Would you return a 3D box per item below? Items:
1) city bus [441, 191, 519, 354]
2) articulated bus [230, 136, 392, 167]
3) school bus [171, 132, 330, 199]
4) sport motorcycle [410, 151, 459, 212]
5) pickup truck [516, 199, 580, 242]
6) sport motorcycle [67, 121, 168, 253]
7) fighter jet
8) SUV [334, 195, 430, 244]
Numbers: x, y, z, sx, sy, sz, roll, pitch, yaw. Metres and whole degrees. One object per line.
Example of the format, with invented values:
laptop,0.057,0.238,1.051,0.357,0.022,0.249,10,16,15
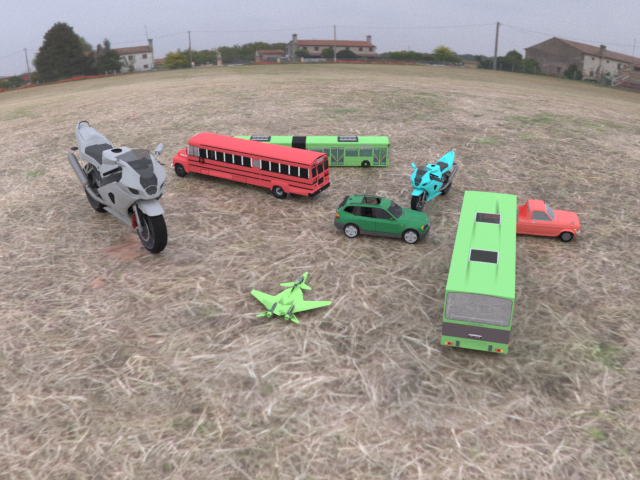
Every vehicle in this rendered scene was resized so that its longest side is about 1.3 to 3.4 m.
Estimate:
city bus,2.236,0.343,9.609,0.926,0.894,3.255,6,27,13
articulated bus,-0.236,-1.839,14.491,3.401,0.561,0.605,0,26,1
school bus,-1.420,-1.461,13.386,3.322,0.844,0.709,14,29,26
sport motorcycle,2.029,-1.057,12.581,0.506,0.821,1.520,17,30,31
pickup truck,3.449,-0.367,11.514,1.603,0.511,0.640,5,26,10
sport motorcycle,-3.260,-0.909,11.387,0.983,1.596,2.955,-19,32,-34
fighter jet,-0.370,0.671,9.628,1.147,0.286,1.358,7,27,15
SUV,1.018,-0.374,11.447,1.572,0.580,0.656,6,26,12
